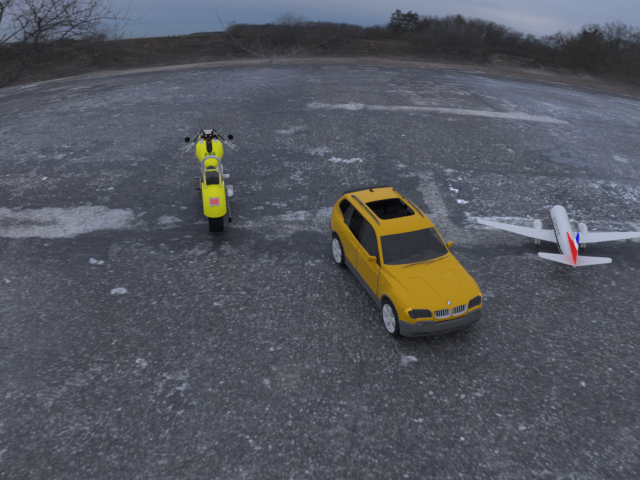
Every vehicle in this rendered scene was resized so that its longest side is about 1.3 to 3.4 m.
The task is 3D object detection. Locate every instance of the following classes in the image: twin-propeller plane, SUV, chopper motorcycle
[{"bbox_3d":[3.806,-0.167,10.853,2.663,0.792,2.129,5,29,8],"label":"twin-propeller plane"},{"bbox_3d":[1.114,0.184,9.863,1.276,1.128,3.058,-10,30,-17],"label":"SUV"},{"bbox_3d":[-1.890,-1.277,12.164,0.906,1.480,3.040,-5,29,-9],"label":"chopper motorcycle"}]
